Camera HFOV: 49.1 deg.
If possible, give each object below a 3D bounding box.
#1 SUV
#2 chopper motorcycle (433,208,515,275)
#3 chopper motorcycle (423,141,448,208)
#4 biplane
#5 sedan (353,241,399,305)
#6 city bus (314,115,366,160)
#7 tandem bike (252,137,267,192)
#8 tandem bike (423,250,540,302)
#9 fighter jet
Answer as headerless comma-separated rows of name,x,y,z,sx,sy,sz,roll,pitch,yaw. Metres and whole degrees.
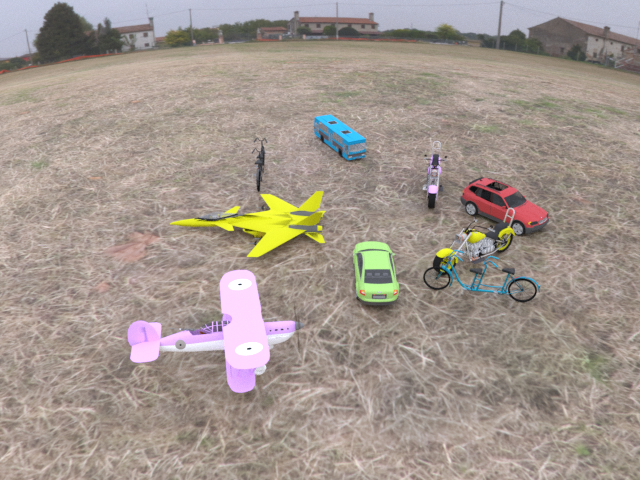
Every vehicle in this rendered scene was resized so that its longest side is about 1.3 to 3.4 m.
SUV,3.177,-0.617,12.070,0.656,0.580,1.572,-24,37,-35
chopper motorcycle,2.395,0.015,10.773,1.563,0.761,0.466,-17,34,-27
chopper motorcycle,2.111,-1.220,12.951,0.466,0.761,1.563,5,30,9
biplane,-1.244,1.149,8.547,2.120,0.981,2.598,-5,30,-8
sedan,0.813,0.405,10.366,0.635,0.483,1.613,0,30,0
city bus,0.409,-2.189,14.967,0.476,0.460,1.674,-13,32,-22
tandem bike,-1.156,-1.519,13.560,0.283,0.682,1.642,0,30,0
tandem bike,2.299,0.516,9.969,1.642,0.682,0.283,7,30,13
fighter jet,-1.223,-0.409,11.726,2.640,0.557,2.229,1,30,1
